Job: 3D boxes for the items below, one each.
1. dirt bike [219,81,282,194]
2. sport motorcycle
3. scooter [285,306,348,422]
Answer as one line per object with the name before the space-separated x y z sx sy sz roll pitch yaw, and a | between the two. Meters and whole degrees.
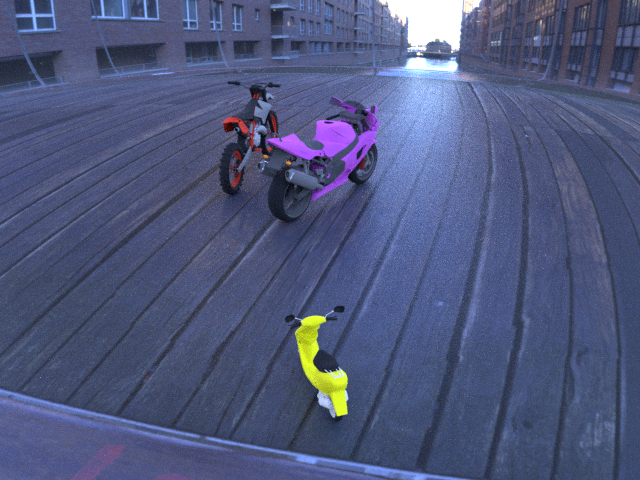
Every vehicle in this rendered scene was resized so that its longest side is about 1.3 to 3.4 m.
dirt bike | -1.293 -2.032 12.994 1.024 1.666 2.903 7 28 13
sport motorcycle | 0.114 -1.398 11.821 0.983 1.596 2.955 19 33 33
scooter | -0.001 1.219 7.411 0.662 0.919 1.399 -9 28 -17
